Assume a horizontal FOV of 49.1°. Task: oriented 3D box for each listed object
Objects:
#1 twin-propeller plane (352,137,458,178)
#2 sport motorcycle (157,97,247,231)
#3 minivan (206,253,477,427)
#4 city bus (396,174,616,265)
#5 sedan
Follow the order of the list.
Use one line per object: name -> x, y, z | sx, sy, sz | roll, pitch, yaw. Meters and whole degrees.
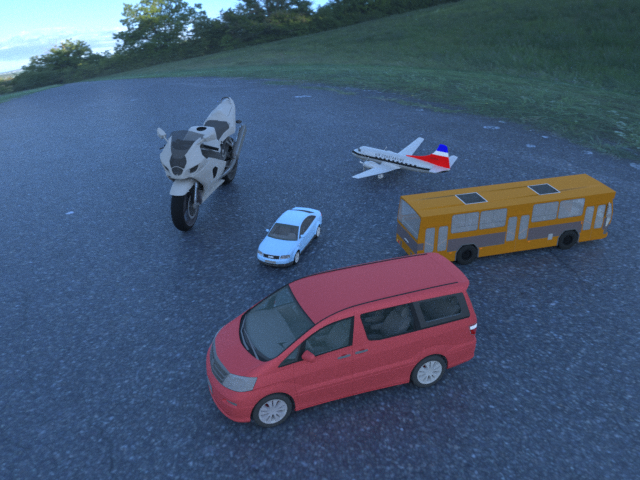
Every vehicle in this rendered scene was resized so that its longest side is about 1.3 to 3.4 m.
twin-propeller plane -> 1.516, -1.618, 13.412 | 2.129, 0.792, 2.663 | 17, 32, 30
sport motorcycle -> -1.970, -1.367, 12.037 | 0.983, 1.596, 2.955 | 5, 28, 10
minivan -> 0.232, 1.026, 7.794 | 3.011, 1.197, 1.324 | -10, 29, -18
city bus -> 2.838, -0.301, 10.722 | 3.255, 0.894, 0.926 | -8, 28, -15
sedan -> -0.454, -0.111, 10.803 | 0.635, 0.483, 1.613 | 9, 28, 17
